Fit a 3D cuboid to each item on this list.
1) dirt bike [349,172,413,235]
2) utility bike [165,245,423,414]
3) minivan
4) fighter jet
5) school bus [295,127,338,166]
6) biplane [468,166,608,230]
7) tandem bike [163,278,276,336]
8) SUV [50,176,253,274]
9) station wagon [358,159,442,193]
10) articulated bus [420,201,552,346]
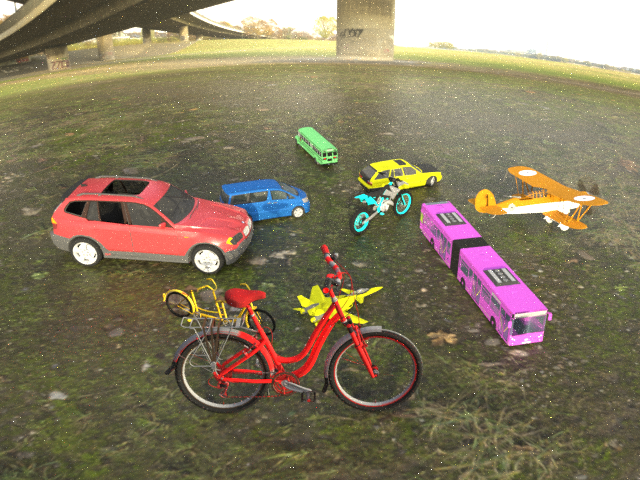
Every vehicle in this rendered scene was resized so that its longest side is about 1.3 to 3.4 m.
[{"bbox_3d":[1.043,-0.639,11.704,1.493,0.857,0.527,-23,35,-36],"label":"dirt bike"},{"bbox_3d":[-0.281,1.027,7.478,2.791,1.839,1.039,0,28,-1],"label":"utility bike"},{"bbox_3d":[-0.942,-0.699,12.077,1.548,0.616,0.681,-9,29,-17],"label":"minivan"},{"bbox_3d":[0.348,0.780,9.617,1.358,0.286,1.147,-19,33,-31],"label":"fighter jet"},{"bbox_3d":[-0.108,-1.996,14.741,0.365,0.434,1.708,-10,29,-19],"label":"school bus"},{"bbox_3d":[3.523,-0.635,11.563,2.120,0.981,2.598,-6,28,-12],"label":"biplane"},{"bbox_3d":[-1.332,0.832,9.093,1.642,0.682,0.283,10,29,18],"label":"tandem bike"},{"bbox_3d":[-2.571,-0.305,10.776,3.058,1.128,1.276,3,28,6],"label":"SUV"},{"bbox_3d":[1.541,-1.264,13.305,1.597,0.473,0.682,-11,30,-19],"label":"station wagon"},{"bbox_3d":[2.241,0.351,10.137,0.605,0.561,3.401,-6,28,-11],"label":"articulated bus"}]
